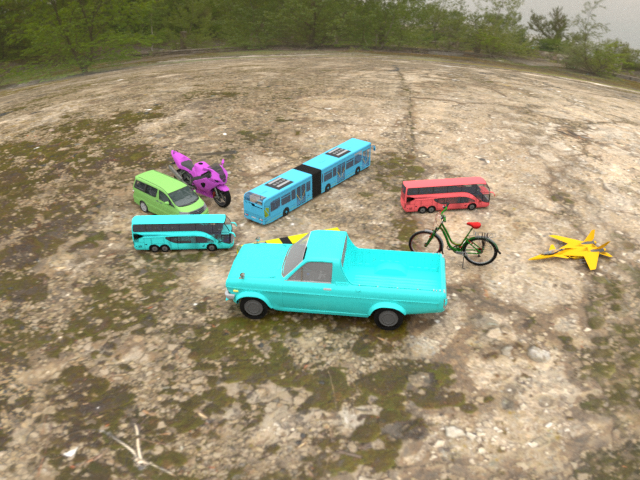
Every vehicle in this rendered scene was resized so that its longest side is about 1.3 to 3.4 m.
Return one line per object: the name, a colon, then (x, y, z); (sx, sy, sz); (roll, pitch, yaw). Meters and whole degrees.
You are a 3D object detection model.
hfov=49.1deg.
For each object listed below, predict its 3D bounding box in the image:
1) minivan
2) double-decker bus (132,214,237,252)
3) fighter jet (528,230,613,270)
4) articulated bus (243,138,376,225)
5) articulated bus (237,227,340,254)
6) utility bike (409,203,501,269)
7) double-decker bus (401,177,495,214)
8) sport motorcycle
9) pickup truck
minivan: (-2.656, -0.736, 12.428); (1.548, 0.616, 0.681); (23, 36, 35)
double-decker bus: (-2.200, -0.121, 11.407); (1.672, 0.541, 0.389); (-1, 29, -2)
fighter jet: (3.940, 0.141, 11.200); (1.358, 0.286, 1.147); (-9, 30, -15)
articulated bus: (-0.129, -1.171, 13.258); (0.605, 0.561, 3.401); (20, 35, 31)
articulated bus: (-0.457, 0.107, 11.260); (1.749, 0.289, 0.311); (-11, 31, -19)
utility bike: (2.090, -0.022, 10.818); (1.435, 0.946, 0.535); (7, 30, 12)
double-decker bus: (2.297, -0.821, 12.655); (1.672, 0.541, 0.389); (-4, 30, -7)
sport motorcycle: (-2.204, -1.140, 12.938); (1.520, 0.821, 0.506); (22, 36, 34)
pickup truck: (0.240, 0.472, 9.890); (3.117, 0.993, 1.244); (4, 30, 7)
